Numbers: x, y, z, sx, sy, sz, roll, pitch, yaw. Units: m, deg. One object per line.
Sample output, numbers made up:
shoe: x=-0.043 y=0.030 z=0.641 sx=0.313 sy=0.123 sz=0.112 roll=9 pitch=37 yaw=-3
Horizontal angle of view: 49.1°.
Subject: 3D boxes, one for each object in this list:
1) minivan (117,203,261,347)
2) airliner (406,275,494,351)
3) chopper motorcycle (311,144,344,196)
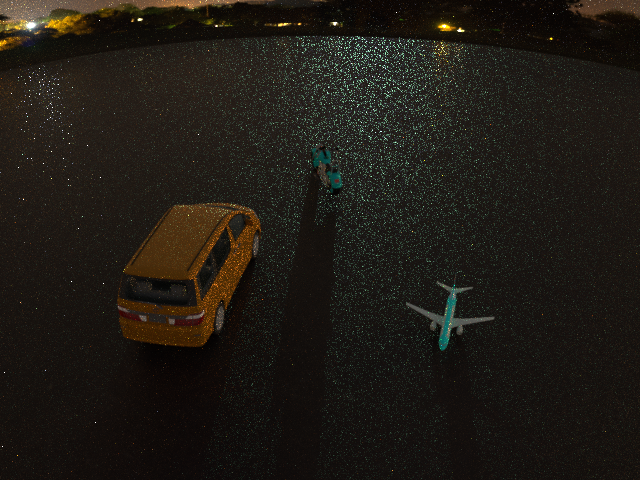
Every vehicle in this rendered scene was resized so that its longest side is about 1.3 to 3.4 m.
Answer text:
minivan: x=-1.689 y=0.196 z=9.637 sx=1.324 sy=1.197 sz=3.011 roll=5 pitch=32 yaw=9
airliner: x=1.691 y=0.937 z=9.162 sx=1.161 sy=0.429 sz=1.307 roll=8 pitch=32 yaw=13
chopper motorcycle: x=0.096 y=-1.387 z=12.641 sx=0.466 sy=0.761 sz=1.563 roll=-8 pitch=32 yaw=-13
